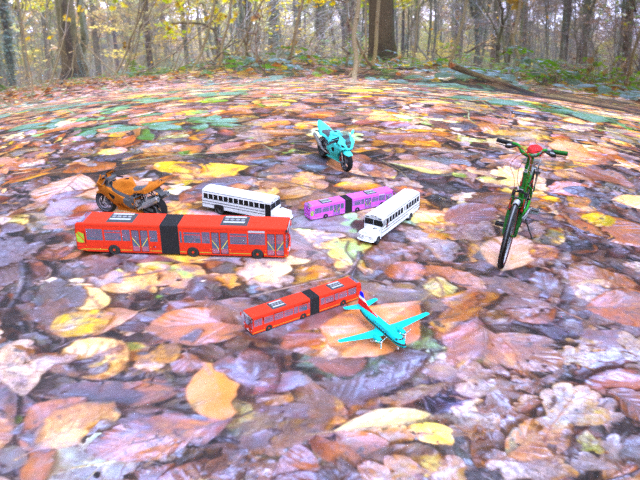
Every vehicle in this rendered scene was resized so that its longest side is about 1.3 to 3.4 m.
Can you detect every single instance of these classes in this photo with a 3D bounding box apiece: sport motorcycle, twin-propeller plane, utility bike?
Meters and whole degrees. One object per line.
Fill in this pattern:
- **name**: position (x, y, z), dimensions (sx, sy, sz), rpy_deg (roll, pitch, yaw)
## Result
- **sport motorcycle**: position (0.311, -2.023, 14.912), dimensions (0.506, 0.821, 1.520), rpy_deg (-12, 28, -23)
- **twin-propeller plane**: position (0.771, 1.030, 8.894), dimensions (1.370, 0.407, 1.095), rpy_deg (-13, 28, -26)
- **sport motorcycle**: position (-3.327, -0.786, 12.276), dimensions (1.520, 0.821, 0.506), rpy_deg (10, 27, 20)
- **utility bike**: position (3.263, -0.748, 10.997), dimensions (1.039, 1.839, 2.791), rpy_deg (10, 27, 21)

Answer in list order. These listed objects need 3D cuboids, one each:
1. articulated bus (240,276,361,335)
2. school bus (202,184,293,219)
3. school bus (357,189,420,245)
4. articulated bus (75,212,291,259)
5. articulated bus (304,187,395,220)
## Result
- **articulated bus**: position (-0.220, 0.861, 9.394), dimensions (1.749, 0.289, 0.311), rpy_deg (-16, 29, -30)
- **school bus**: position (-1.288, -0.638, 12.416), dimensions (1.708, 0.434, 0.365), rpy_deg (11, 27, 23)
- **school bus**: position (1.183, -0.410, 11.931), dimensions (0.365, 0.434, 1.708), rpy_deg (15, 29, 29)
- **articulated bus**: position (-2.130, -0.087, 11.094), dimensions (3.401, 0.561, 0.605), rpy_deg (2, 25, 4)
- **articulated bus**: position (0.544, -0.670, 12.655), dimensions (1.749, 0.289, 0.311), rpy_deg (-13, 28, -25)
